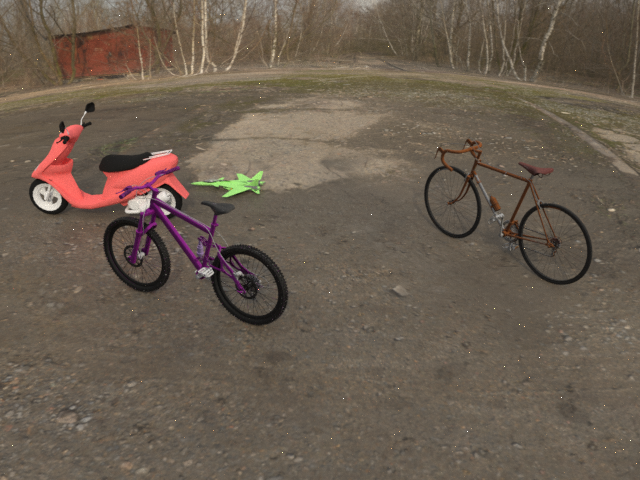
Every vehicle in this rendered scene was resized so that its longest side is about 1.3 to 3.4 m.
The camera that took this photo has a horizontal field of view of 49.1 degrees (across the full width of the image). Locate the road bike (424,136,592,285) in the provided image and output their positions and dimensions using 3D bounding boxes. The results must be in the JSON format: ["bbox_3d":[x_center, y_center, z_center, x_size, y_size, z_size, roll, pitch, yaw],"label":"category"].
[{"bbox_3d":[2.615,-0.486,10.091,0.696,1.656,3.004,-19,32,-34],"label":"road bike"}]

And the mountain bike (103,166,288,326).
[{"bbox_3d":[-1.663,0.108,8.859,2.857,1.688,1.114,13,29,24],"label":"mountain bike"}]

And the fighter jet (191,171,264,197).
[{"bbox_3d":[-1.720,-1.083,12.833,1.358,0.286,1.147,3,27,6],"label":"fighter jet"}]

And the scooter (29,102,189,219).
[{"bbox_3d":[-3.516,-1.199,11.381,2.721,1.786,1.288,3,27,5],"label":"scooter"}]
